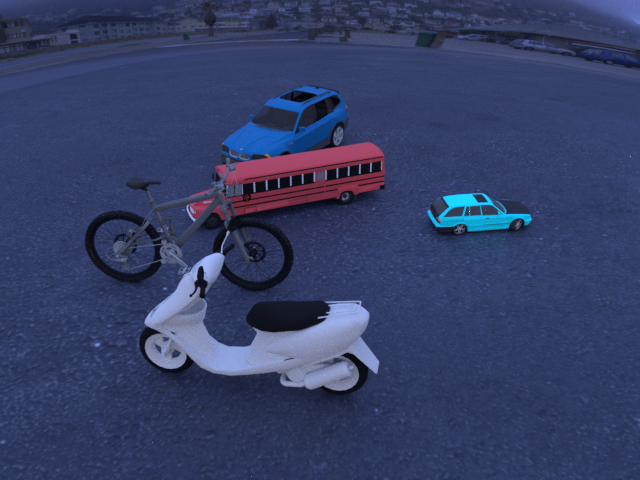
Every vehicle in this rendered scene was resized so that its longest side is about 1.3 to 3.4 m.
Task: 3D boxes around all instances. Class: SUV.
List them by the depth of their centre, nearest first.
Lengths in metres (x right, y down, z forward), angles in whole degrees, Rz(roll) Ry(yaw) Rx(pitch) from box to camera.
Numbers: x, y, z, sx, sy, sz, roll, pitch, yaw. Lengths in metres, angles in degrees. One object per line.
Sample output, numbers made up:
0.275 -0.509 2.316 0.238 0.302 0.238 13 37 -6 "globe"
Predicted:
-0.617 -2.143 13.419 1.276 1.128 3.058 18 34 28 "SUV"

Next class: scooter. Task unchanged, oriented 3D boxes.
-0.713 0.822 7.472 2.721 1.786 1.288 5 30 9 "scooter"

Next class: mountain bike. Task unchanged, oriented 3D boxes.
-1.770 -0.113 9.236 2.857 1.688 1.114 3 30 6 "mountain bike"

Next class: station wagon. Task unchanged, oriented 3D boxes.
2.543 -0.455 11.083 1.597 0.473 0.682 -4 30 -7 "station wagon"

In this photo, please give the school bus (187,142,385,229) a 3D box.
-0.546 -0.936 11.561 3.322 0.844 0.709 -12 31 -20 "school bus"
